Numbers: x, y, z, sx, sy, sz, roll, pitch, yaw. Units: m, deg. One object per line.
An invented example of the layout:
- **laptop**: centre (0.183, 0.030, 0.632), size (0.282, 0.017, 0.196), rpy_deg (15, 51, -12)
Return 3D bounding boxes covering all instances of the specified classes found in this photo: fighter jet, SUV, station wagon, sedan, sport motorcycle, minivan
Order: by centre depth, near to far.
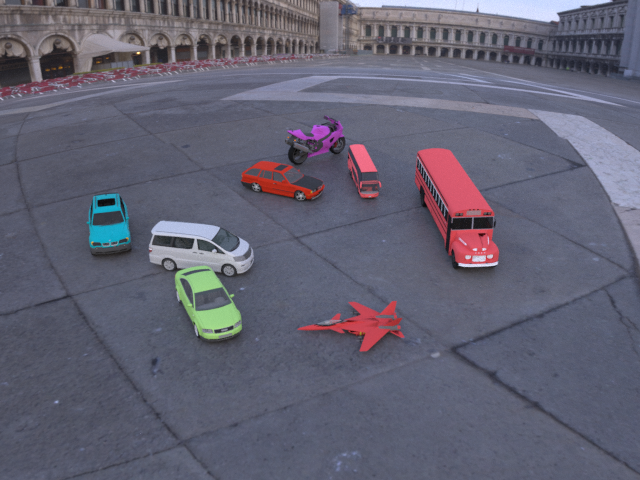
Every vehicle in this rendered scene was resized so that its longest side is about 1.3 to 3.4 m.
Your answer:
- **fighter jet**: centre (0.379, 1.053, 9.098), size (1.358, 0.286, 1.147), rpy_deg (-2, 27, -5)
- **sedan**: centre (-1.518, 0.786, 9.406), size (0.635, 0.483, 1.613), rpy_deg (-12, 29, -21)
- **minivan**: centre (-1.787, 0.109, 10.591), size (1.548, 0.616, 0.681), rpy_deg (5, 27, 10)
- **SUV**: centre (-3.443, -0.289, 11.411), size (0.656, 0.580, 1.572), rpy_deg (-8, 28, -14)
- **station wagon**: centre (-0.697, -1.145, 13.209), size (1.597, 0.473, 0.682), rpy_deg (13, 30, 24)
- **sport motorcycle**: centre (-0.061, -2.088, 14.679), size (1.520, 0.821, 0.506), rpy_deg (-19, 33, -33)

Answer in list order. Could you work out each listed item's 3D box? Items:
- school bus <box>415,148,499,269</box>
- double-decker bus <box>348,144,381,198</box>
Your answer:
- **school bus**: centre (2.240, -0.591, 11.713), size (0.709, 0.844, 3.322), rpy_deg (-2, 27, -4)
- **double-decker bus**: centre (0.827, -1.325, 13.488), size (0.389, 0.541, 1.672), rpy_deg (-3, 27, -6)
